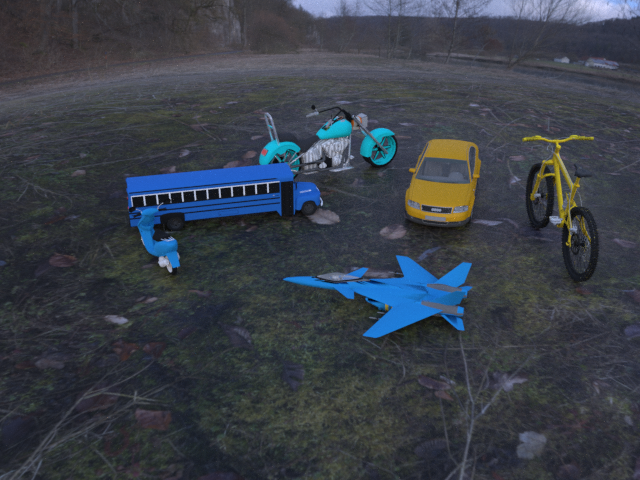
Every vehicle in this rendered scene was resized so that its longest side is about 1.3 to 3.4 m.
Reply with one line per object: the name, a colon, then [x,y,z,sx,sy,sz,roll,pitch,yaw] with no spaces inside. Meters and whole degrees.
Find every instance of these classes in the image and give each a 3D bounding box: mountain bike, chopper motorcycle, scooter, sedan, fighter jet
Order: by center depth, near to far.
fighter jet: [0.736,0.576,9.661,2.640,0.557,2.229,8,28,15]
scooter: [-2.464,-0.086,10.574,0.662,0.919,1.399,-17,31,-29]
mountain bike: [3.707,-0.607,10.754,1.114,1.688,2.857,-1,27,-2]
sedan: [2.283,-1.194,12.750,1.235,0.940,3.137,7,27,13]
chopper motorcycle: [0.226,-1.945,13.640,3.040,1.480,0.906,-14,30,-26]

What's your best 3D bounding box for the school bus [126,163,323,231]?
school bus: [-1.599,-0.772,12.019,3.322,0.844,0.709,-7,28,-14]
